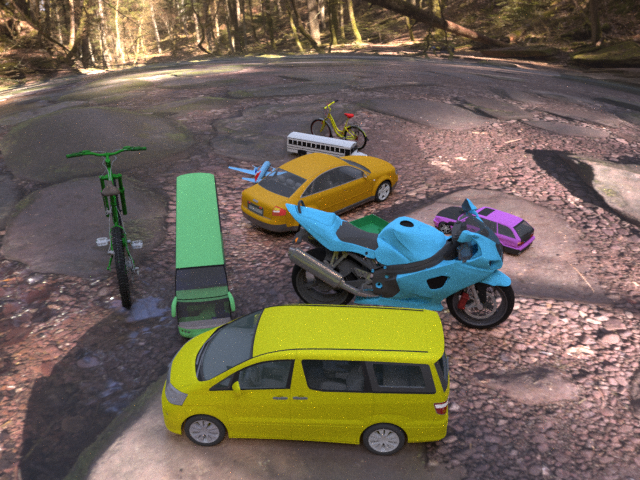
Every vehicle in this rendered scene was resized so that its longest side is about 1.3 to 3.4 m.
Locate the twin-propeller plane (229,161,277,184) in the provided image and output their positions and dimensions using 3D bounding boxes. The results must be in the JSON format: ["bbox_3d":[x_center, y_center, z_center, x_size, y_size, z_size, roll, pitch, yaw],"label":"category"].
[{"bbox_3d":[-1.092,-1.322,13.209,1.370,0.407,1.095,5,29,8],"label":"twin-propeller plane"}]

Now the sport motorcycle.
[{"bbox_3d":[1.007,0.314,8.915,2.955,1.596,0.983,6,29,11],"label":"sport motorcycle"}]

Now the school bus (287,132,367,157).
[{"bbox_3d":[0.156,-1.831,14.127,1.708,0.434,0.365,13,31,23],"label":"school bus"}]

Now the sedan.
[{"bbox_3d":[0.076,-0.980,12.012,3.137,0.940,1.235,-24,37,-37],"label":"sedan"}]

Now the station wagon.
[{"bbox_3d":[2.591,-0.253,11.152,1.597,0.473,0.682,22,35,35],"label":"station wagon"}]

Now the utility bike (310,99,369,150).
[{"bbox_3d":[0.374,-2.378,14.603,1.435,0.946,0.535,17,33,28],"label":"utility bike"}]

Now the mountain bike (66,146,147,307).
[{"bbox_3d":[-2.905,-0.307,9.973,1.114,1.688,2.857,-8,29,-15],"label":"mountain bike"}]

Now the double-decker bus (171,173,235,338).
[{"bbox_3d":[-1.677,0.137,9.819,0.756,1.052,3.251,-5,29,-9],"label":"double-decker bus"}]

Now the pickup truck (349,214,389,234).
[{"bbox_3d":[1.097,0.006,10.633,0.640,0.511,1.603,-20,34,-32],"label":"pickup truck"}]

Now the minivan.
[{"bbox_3d":[-0.165,1.377,7.361,3.011,1.197,1.324,2,28,3],"label":"minivan"}]
